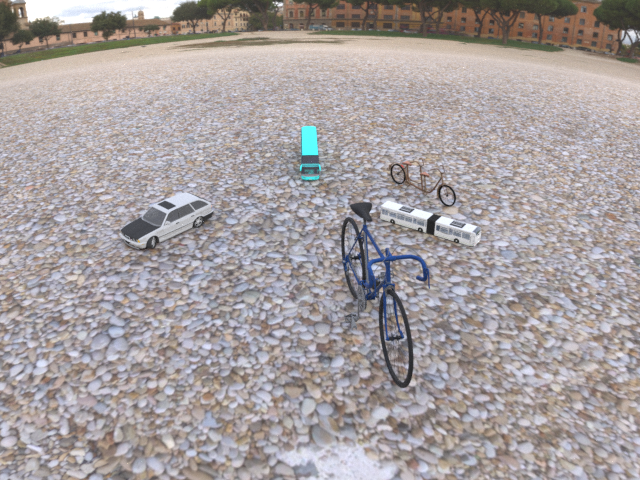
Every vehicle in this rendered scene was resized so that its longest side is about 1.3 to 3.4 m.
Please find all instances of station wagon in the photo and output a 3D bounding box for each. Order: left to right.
[{"bbox_3d":[-2.526,-0.357,11.515,0.682,0.473,1.597,24,37,35],"label":"station wagon"}]

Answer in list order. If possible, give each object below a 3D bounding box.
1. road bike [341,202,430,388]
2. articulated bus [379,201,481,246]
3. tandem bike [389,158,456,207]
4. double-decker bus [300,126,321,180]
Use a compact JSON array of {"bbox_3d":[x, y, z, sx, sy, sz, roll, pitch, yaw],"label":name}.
[{"bbox_3d":[0.669,0.487,8.859,0.697,1.656,3.004,-7,31,-11],"label":"road bike"},{"bbox_3d":[1.795,-0.281,11.569,1.749,0.289,0.311,19,35,29],"label":"articulated bus"},{"bbox_3d":[1.840,-1.136,12.660,0.283,0.682,1.642,-23,37,-34],"label":"tandem bike"},{"bbox_3d":[-0.205,-1.705,13.794,0.389,0.541,1.672,-1,30,-2],"label":"double-decker bus"}]
